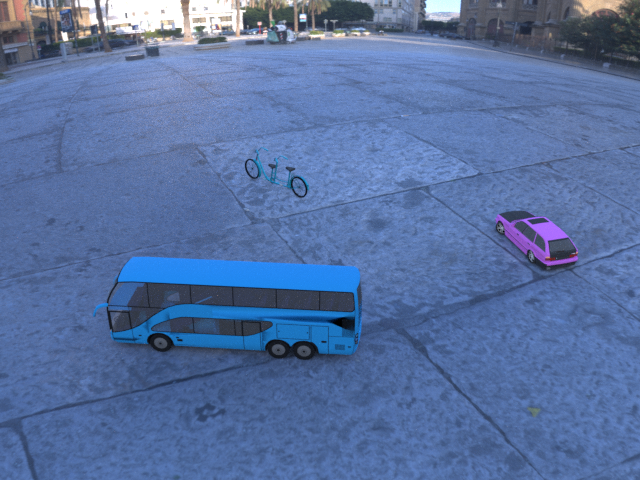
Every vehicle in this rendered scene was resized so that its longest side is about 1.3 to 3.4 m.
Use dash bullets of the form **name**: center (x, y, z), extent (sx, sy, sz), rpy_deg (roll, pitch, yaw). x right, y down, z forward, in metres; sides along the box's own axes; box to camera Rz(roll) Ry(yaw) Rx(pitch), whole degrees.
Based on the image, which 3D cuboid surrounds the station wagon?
- **station wagon**: center (3.353, -0.110, 10.934), extent (0.682, 0.473, 1.597), rpy_deg (-8, 30, -14)

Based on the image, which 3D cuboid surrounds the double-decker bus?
- **double-decker bus**: center (-1.106, 0.820, 8.696), extent (3.251, 1.052, 0.756), rpy_deg (2, 30, 4)

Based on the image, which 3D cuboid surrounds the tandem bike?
- **tandem bike**: center (-0.812, -1.258, 12.757), extent (1.642, 0.682, 0.283), rpy_deg (24, 37, 35)
